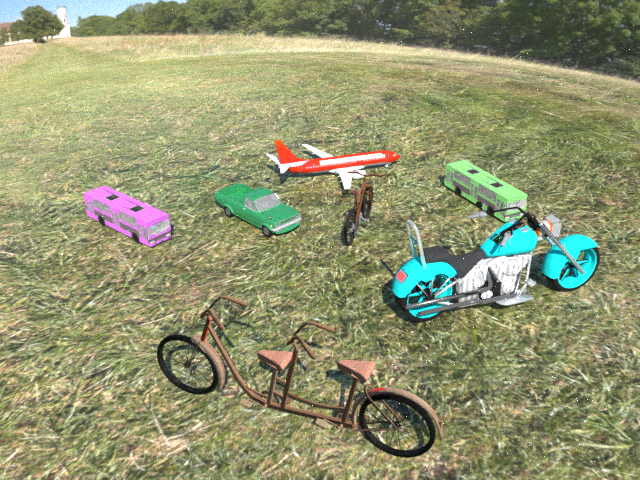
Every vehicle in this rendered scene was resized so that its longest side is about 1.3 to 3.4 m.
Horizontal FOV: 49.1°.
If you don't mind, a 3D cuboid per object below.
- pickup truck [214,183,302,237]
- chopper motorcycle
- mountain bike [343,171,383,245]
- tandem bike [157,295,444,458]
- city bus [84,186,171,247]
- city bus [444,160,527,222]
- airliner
[{"bbox_3d":[-1.028,-0.565,11.339,0.640,0.511,1.603,-25,37,-38],"label":"pickup truck"},{"bbox_3d":[2.335,0.199,8.928,3.040,1.480,0.906,-10,30,-18],"label":"chopper motorcycle"},{"bbox_3d":[0.618,-0.538,10.917,0.573,0.868,1.469,9,30,17],"label":"mountain bike"},{"bbox_3d":[-0.313,1.339,7.004,3.192,1.326,0.550,11,31,20],"label":"tandem bike"},{"bbox_3d":[-3.049,-0.374,11.041,1.674,0.460,0.476,22,36,34],"label":"city bus"},{"bbox_3d":[2.777,-0.837,11.889,0.476,0.460,1.674,-14,31,-23],"label":"city bus"},{"bbox_3d":[0.346,-1.590,12.876,2.541,0.835,2.257,-10,30,-18],"label":"airliner"}]
